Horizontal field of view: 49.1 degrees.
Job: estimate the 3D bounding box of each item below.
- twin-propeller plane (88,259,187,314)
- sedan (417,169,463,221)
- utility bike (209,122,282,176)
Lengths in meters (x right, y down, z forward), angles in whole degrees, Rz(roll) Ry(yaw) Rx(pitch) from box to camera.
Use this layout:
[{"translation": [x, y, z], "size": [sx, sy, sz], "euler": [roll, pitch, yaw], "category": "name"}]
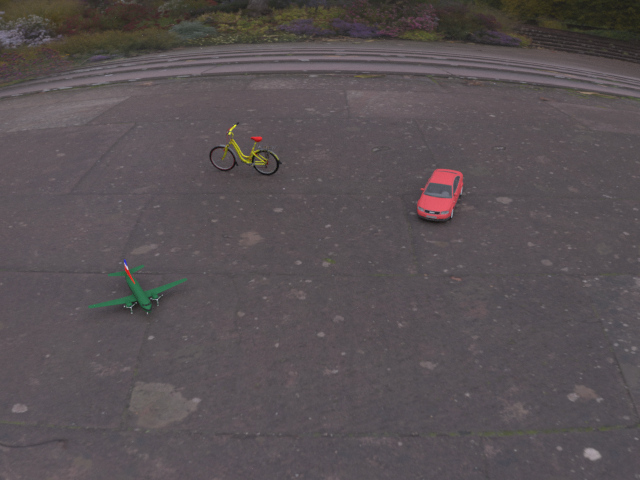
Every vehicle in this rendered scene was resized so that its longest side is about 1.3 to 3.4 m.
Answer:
[{"translation": [-2.504, 0.647, 9.560], "size": [1.370, 0.407, 1.095], "euler": [-16, 33, -26], "category": "twin-propeller plane"}, {"translation": [2.089, -0.837, 12.080], "size": [0.635, 0.483, 1.613], "euler": [10, 31, 17], "category": "sedan"}, {"translation": [-1.417, -1.645, 13.028], "size": [1.435, 0.946, 0.535], "euler": [7, 30, 11], "category": "utility bike"}]
